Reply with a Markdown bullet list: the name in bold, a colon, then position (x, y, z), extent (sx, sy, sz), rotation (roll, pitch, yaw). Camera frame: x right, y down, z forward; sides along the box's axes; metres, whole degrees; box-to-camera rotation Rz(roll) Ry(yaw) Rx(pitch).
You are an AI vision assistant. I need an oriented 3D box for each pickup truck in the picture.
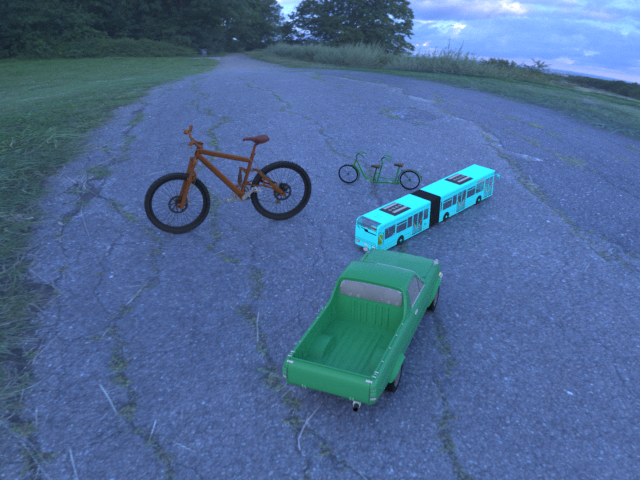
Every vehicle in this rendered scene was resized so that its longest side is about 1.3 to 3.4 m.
- **pickup truck**: position (0.656, 0.896, 8.814), extent (1.244, 0.993, 3.117), rotation (11, 29, 20)

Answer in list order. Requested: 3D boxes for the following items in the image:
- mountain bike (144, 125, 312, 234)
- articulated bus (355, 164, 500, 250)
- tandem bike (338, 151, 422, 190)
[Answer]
- **mountain bike**: position (-1.518, -0.996, 11.721), extent (2.857, 1.688, 1.114), rotation (-8, 28, -15)
- **articulated bus**: position (1.928, -0.602, 12.184), extent (0.605, 0.561, 3.401), rotation (24, 36, 39)
- **tandem bike**: position (1.153, -1.340, 13.482), extent (1.642, 0.682, 0.283), rotation (7, 28, 13)
